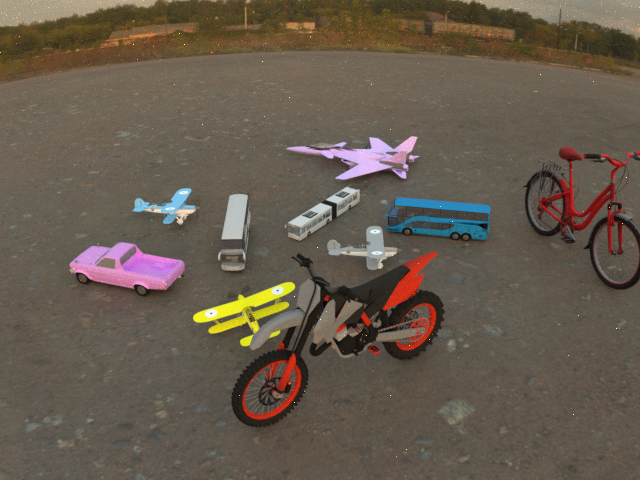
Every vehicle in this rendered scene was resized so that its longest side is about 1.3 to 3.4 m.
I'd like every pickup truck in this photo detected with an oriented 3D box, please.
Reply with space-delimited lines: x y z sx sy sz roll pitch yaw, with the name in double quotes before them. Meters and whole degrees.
"pickup truck" -2.745 0.361 9.943 1.603 0.511 0.640 9 31 16

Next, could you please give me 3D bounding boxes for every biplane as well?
"biplane" -0.897 0.986 8.832 1.336 0.504 1.090 -11 31 -18
"biplane" 0.653 0.144 10.338 1.090 0.504 1.336 1 29 2
"biplane" -2.511 -0.533 11.547 1.090 0.504 1.336 2 29 3

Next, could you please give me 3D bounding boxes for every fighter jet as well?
"fighter jet" 0.550 -1.781 13.725 2.640 0.557 2.229 10 31 17

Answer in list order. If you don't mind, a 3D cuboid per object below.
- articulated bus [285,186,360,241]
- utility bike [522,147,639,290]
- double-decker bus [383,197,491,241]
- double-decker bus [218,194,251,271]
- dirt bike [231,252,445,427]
"articulated bus" 0.082 -0.461 11.639 0.311 0.289 1.749 20 35 31
"utility bike" 3.934 -0.589 10.280 1.039 1.839 2.791 -10 31 -17
"double-decker bus" 1.855 -0.340 11.165 1.672 0.541 0.389 6 30 10
"double-decker bus" -1.291 -0.120 10.771 0.389 0.541 1.672 -1 29 -2
"dirt bike" 0.308 0.971 7.669 2.903 1.666 1.024 -19 34 -30
